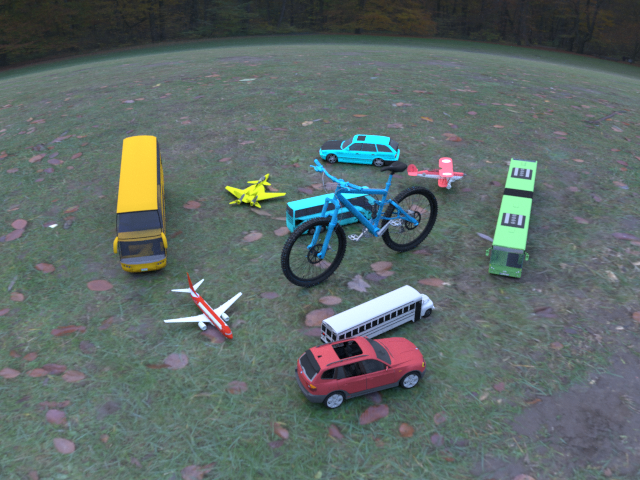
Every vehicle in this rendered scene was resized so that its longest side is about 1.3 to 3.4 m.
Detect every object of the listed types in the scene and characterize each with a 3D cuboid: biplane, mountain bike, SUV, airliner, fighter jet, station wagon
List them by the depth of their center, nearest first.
[{"bbox_3d":[0.491,1.472,8.302,1.572,0.580,0.656,-11,32,-17],"label":"SUV"},{"bbox_3d":[-1.505,0.895,9.435,1.161,0.429,1.307,-19,35,-29],"label":"airliner"},{"bbox_3d":[0.653,-0.331,10.282,2.857,1.688,1.114,-19,35,-29],"label":"mountain bike"},{"bbox_3d":[-1.153,-1.014,12.831,1.147,0.286,1.358,8,31,13],"label":"fighter jet"},{"bbox_3d":[2.166,-1.232,12.986,1.090,0.504,1.336,4,31,8],"label":"biplane"},{"bbox_3d":[0.790,-1.830,14.038,1.597,0.473,0.682,5,31,9],"label":"station wagon"}]

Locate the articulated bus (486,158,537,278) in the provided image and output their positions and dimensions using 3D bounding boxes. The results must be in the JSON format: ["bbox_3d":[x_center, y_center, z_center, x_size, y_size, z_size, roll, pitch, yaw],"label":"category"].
[{"bbox_3d":[3.242,-0.471,11.633,0.605,0.561,3.401,9,32,15],"label":"articulated bus"}]

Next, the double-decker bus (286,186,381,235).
[{"bbox_3d":[0.248,-0.494,11.693,1.672,0.541,0.389,-13,33,-22],"label":"double-decker bus"}]

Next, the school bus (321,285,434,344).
[{"bbox_3d":[0.801,1.007,9.239,1.708,0.434,0.365,-19,36,-29],"label":"school bus"}]

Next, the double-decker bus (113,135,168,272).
[{"bbox_3d":[-2.904,-0.644,11.444,0.756,1.052,3.251,-6,31,-10],"label":"double-decker bus"}]
